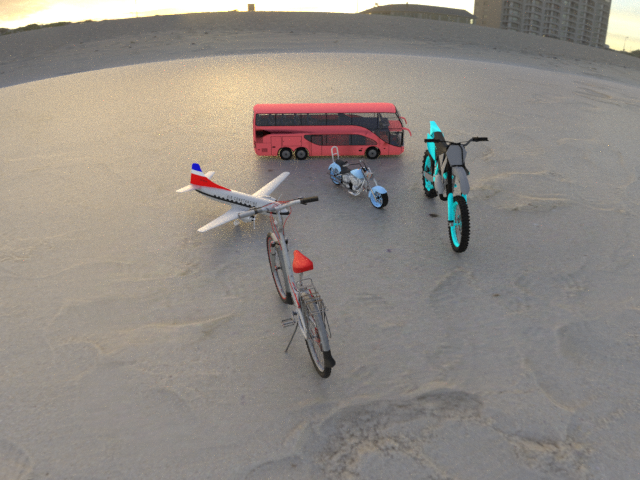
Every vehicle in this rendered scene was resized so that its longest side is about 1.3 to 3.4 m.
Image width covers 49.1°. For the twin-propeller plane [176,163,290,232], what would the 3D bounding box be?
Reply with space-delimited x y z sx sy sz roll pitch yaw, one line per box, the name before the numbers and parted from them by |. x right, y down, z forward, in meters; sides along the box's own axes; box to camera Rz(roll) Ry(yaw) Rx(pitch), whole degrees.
twin-propeller plane | -1.427 -0.800 12.211 2.129 0.792 2.663 16 33 25

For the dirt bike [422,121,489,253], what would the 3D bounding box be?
dirt bike | 2.134 -1.060 11.784 1.024 1.666 2.903 -2 30 -4

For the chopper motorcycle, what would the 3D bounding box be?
chopper motorcycle | 0.690 -1.155 12.867 0.466 0.761 1.563 -21 36 -32

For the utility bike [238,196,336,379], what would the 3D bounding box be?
utility bike | -0.407 0.479 8.905 1.039 1.839 2.791 -9 31 -16

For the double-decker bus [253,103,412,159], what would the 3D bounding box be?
double-decker bus | 0.234 -2.277 14.546 3.251 1.052 0.756 -1 30 -1
